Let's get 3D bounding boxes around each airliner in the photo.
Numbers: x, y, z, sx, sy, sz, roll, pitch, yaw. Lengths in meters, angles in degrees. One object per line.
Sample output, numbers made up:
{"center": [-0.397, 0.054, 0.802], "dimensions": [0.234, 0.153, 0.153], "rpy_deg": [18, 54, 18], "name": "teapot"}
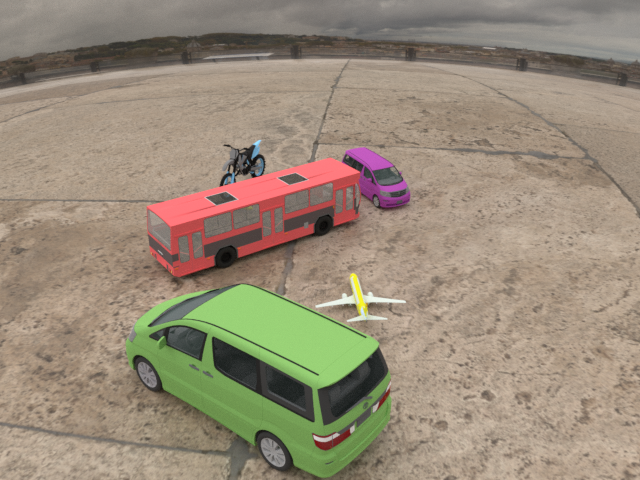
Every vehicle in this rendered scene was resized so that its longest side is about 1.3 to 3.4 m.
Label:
{"center": [0.507, 0.666, 9.006], "dimensions": [1.161, 0.429, 1.307], "rpy_deg": [-3, 28, -5], "name": "airliner"}

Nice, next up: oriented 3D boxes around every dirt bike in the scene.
{"center": [-1.350, -1.293, 12.281], "dimensions": [0.527, 0.857, 1.493], "rpy_deg": [12, 30, 22], "name": "dirt bike"}

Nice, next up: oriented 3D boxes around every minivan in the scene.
{"center": [-0.749, 1.187, 7.185], "dimensions": [3.011, 1.197, 1.324], "rpy_deg": [20, 34, 34], "name": "minivan"}
{"center": [0.960, -1.090, 12.155], "dimensions": [0.681, 0.616, 1.548], "rpy_deg": [-14, 31, -24], "name": "minivan"}

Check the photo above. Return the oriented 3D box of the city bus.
{"center": [-0.895, -0.367, 10.476], "dimensions": [3.255, 0.894, 0.926], "rpy_deg": [-19, 33, -31], "name": "city bus"}
